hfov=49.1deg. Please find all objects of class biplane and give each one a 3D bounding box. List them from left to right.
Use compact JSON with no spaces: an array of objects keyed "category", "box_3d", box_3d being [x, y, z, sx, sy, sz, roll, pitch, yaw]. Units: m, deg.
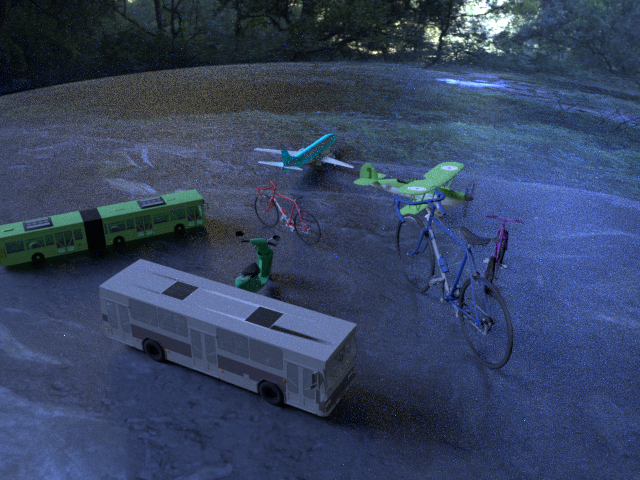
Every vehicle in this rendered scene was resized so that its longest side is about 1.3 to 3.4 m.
[{"category":"biplane","box_3d":[1.677,-0.908,12.319,2.120,0.981,2.598,14,31,24]}]

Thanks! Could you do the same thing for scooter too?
[{"category":"scooter","box_3d":[-0.918,0.385,9.978,0.662,0.919,1.399,6,29,12]}]

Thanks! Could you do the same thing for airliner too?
[{"category":"airliner","box_3d":[-0.218,-1.961,14.431,2.257,0.835,2.541,13,31,23]}]

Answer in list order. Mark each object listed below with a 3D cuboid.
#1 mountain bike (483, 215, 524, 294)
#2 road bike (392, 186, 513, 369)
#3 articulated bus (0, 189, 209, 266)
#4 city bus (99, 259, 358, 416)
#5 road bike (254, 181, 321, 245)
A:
[{"category":"mountain bike","box_3d":[2.646,0.174,10.423,0.573,0.868,1.469,12,30,21]},{"category":"road bike","box_3d":[1.684,0.378,9.211,0.696,1.656,3.004,-10,30,-18]},{"category":"articulated bus","box_3d":[-3.538,-0.227,11.494,3.401,0.561,0.605,-13,31,-23]},{"category":"city bus","box_3d":[-1.171,1.154,8.571,3.255,0.894,0.926,14,31,24]},{"category":"road bike","box_3d":[-0.563,-0.460,11.621,1.545,0.852,0.358,23,36,36]}]
